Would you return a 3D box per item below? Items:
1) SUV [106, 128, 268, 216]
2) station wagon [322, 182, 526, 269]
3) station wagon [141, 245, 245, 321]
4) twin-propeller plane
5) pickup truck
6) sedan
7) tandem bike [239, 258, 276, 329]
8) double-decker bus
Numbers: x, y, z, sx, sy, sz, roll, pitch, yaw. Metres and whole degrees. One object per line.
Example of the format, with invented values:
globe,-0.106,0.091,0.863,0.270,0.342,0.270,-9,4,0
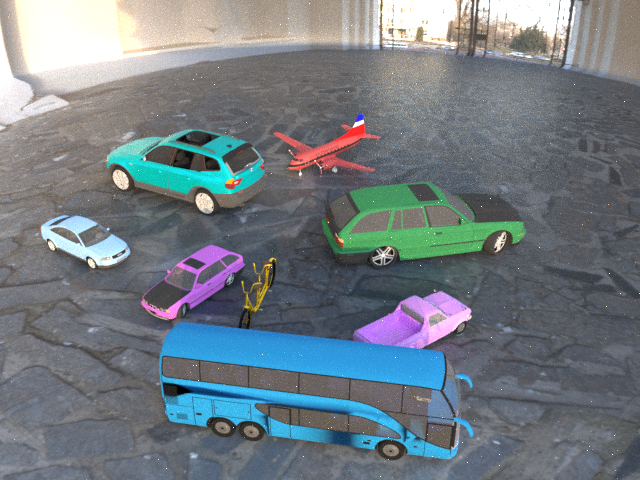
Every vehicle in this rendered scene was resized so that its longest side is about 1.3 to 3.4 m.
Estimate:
SUV,-2.406,-1.369,12.388,3.058,1.128,1.276,16,34,25
station wagon,1.625,-0.343,10.824,3.105,0.920,1.327,-6,31,-10
station wagon,-1.759,0.536,9.753,0.682,0.473,1.597,19,35,30
twin-propeller plane,0.165,-1.831,13.521,2.663,0.792,2.129,27,39,38
pickup truck,1.185,1.050,8.829,1.603,0.511,0.640,-21,36,-32
sedan,-3.603,-0.028,10.717,1.613,0.483,0.635,19,35,29
tandem bike,-0.822,0.646,9.356,0.283,0.682,1.642,6,31,11
double-decker bus,-0.049,1.585,7.365,3.251,1.052,0.756,5,30,9
